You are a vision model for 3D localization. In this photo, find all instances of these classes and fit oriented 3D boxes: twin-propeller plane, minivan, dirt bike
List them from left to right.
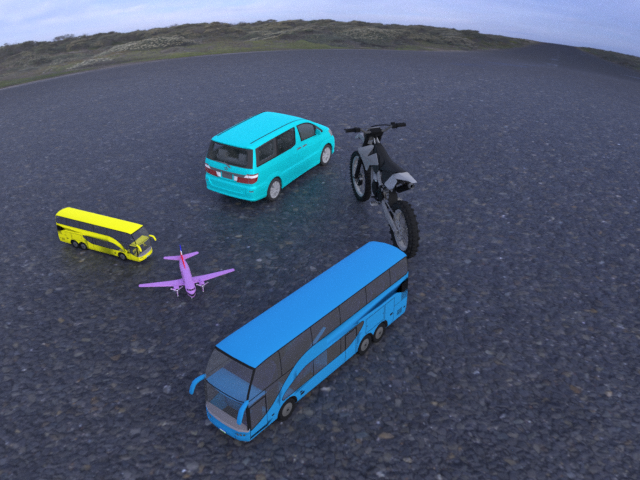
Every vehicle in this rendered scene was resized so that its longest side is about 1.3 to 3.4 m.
[{"bbox_3d":[-1.932,0.467,10.108,1.370,0.407,1.095,-9,31,-16],"label":"twin-propeller plane"},{"bbox_3d":[-0.848,-1.734,13.140,1.324,1.197,3.011,16,34,26],"label":"minivan"},{"bbox_3d":[0.983,-0.963,11.331,1.024,1.666,2.903,-8,31,-14],"label":"dirt bike"}]

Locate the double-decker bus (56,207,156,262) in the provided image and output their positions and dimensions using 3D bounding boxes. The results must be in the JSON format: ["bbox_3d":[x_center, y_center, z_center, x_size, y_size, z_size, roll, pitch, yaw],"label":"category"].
[{"bbox_3d":[-3.360,-0.080,10.925,1.672,0.541,0.389,13,32,21],"label":"double-decker bus"}]

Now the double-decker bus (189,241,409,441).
[{"bbox_3d":[-0.077,1.119,8.330,0.756,1.052,3.251,22,37,33],"label":"double-decker bus"}]
